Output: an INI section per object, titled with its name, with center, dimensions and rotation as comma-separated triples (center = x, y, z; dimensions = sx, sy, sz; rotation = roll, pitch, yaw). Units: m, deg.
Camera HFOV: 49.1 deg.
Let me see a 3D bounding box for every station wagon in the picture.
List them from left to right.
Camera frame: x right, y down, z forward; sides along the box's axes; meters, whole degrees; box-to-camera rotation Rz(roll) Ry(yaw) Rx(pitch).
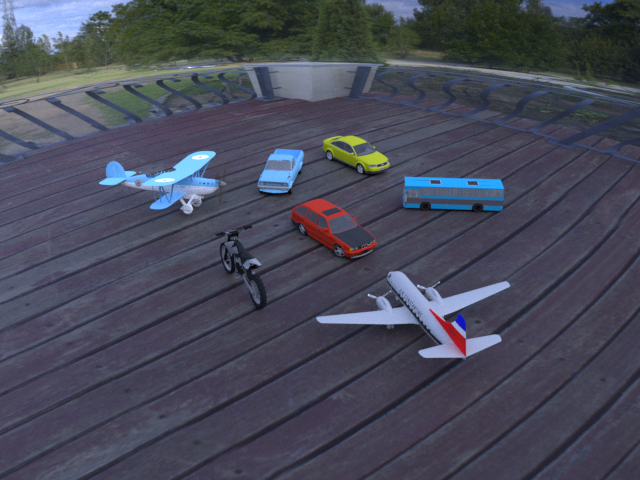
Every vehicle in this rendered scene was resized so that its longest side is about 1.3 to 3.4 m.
[station wagon]
center = 0.203, -0.223, 10.953
dimensions = 0.682, 0.473, 1.597
rotation = -19, 33, -32

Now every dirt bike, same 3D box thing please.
[dirt bike]
center = -1.083, 0.300, 9.545
dimensions = 0.527, 0.857, 1.493
rotation = -14, 31, -25

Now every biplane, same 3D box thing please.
[biplane]
center = -2.603, -0.992, 11.874
dimensions = 2.120, 0.981, 2.598
rotation = 4, 28, 8

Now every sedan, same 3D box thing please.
[sedan]
center = 0.704, -1.736, 13.825
dimensions = 0.635, 0.483, 1.613
rotation = -20, 34, -33

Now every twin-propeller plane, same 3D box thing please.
[twin-propeller plane]
center = 1.285, 0.803, 8.659
dimensions = 2.663, 0.792, 2.129
rotation = -9, 29, -16

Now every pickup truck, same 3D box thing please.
[pickup truck]
center = -0.711, -1.347, 13.055
dimensions = 0.640, 0.511, 1.603
rotation = 4, 28, 8

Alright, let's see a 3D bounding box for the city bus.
[city bus]
center = 2.273, -0.775, 12.020
dimensions = 1.674, 0.460, 0.476
rotation = 2, 28, 4
